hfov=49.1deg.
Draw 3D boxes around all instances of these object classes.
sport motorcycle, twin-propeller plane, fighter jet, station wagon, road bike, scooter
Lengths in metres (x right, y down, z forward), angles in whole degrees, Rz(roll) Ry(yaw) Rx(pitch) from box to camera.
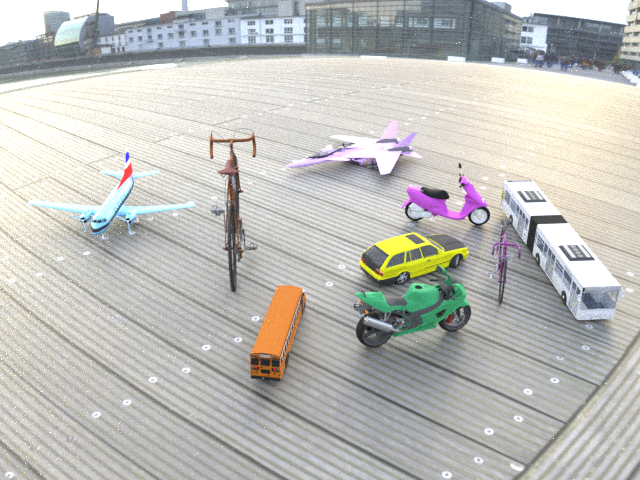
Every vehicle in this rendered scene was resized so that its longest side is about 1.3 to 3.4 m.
[{"bbox_3d":[1.123,0.826,8.311,1.520,0.821,0.506,-8,29,-15],"label":"sport motorcycle"},{"bbox_3d":[-3.298,-0.715,11.237,2.663,0.792,2.129,1,28,2],"label":"twin-propeller plane"},{"bbox_3d":[0.549,-1.759,13.449,2.640,0.557,2.229,-12,30,-21],"label":"fighter jet"},{"bbox_3d":[1.356,0.181,9.891,1.597,0.473,0.682,-15,31,-25],"label":"station wagon"},{"bbox_3d":[-1.239,-0.538,9.985,0.696,1.656,3.004,-2,28,-4],"label":"road bike"},{"bbox_3d":[2.003,-0.687,11.048,1.399,0.919,0.662,5,28,8],"label":"scooter"},{"bbox_3d":[2.465,0.214,9.428,0.358,0.852,1.545,6,29,11],"label":"road bike"}]

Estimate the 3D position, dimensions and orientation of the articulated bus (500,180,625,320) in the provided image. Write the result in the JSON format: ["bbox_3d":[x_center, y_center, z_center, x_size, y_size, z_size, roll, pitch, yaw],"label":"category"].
[{"bbox_3d":[3.343,0.016,10.108,0.605,0.561,3.401,-2,28,-3],"label":"articulated bus"}]

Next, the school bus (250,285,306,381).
[{"bbox_3d":[-0.466,1.022,8.354,0.365,0.434,1.708,4,28,8],"label":"school bus"}]
